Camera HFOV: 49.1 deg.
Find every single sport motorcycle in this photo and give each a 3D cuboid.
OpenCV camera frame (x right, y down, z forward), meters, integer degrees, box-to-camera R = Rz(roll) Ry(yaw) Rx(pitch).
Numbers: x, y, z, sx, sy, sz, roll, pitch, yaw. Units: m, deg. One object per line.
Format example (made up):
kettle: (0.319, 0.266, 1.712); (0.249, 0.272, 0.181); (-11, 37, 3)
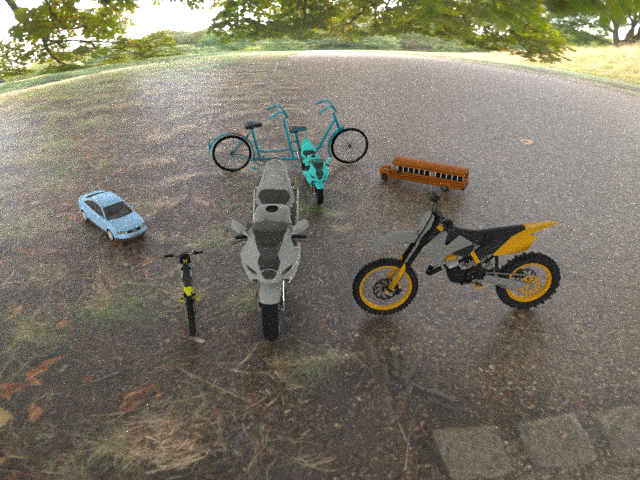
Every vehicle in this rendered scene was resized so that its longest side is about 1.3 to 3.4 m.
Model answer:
sport motorcycle: (-0.128, -1.286, 12.970); (0.506, 0.821, 1.520); (-6, 31, -10)
sport motorcycle: (-0.657, 0.047, 9.909); (0.983, 1.596, 2.955); (-1, 30, -1)

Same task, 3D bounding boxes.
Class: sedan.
sedan: (-3.550, -0.471, 11.906); (0.635, 0.483, 1.613); (-25, 38, -35)

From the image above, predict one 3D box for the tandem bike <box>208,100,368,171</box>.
tandem bike: (-0.602, -2.023, 13.733); (3.192, 1.326, 0.550); (-5, 31, -8)

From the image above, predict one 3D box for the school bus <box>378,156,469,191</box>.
school bus: (1.954, -1.275, 13.334); (1.708, 0.434, 0.365); (12, 32, 20)

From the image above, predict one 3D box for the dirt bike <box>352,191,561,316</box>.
dirt bike: (1.884, 0.291, 9.422); (2.903, 1.666, 1.024); (-2, 30, -4)

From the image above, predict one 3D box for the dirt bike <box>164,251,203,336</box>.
dirt bike: (-1.830, 0.628, 9.647); (0.527, 0.857, 1.493); (-6, 31, -11)
